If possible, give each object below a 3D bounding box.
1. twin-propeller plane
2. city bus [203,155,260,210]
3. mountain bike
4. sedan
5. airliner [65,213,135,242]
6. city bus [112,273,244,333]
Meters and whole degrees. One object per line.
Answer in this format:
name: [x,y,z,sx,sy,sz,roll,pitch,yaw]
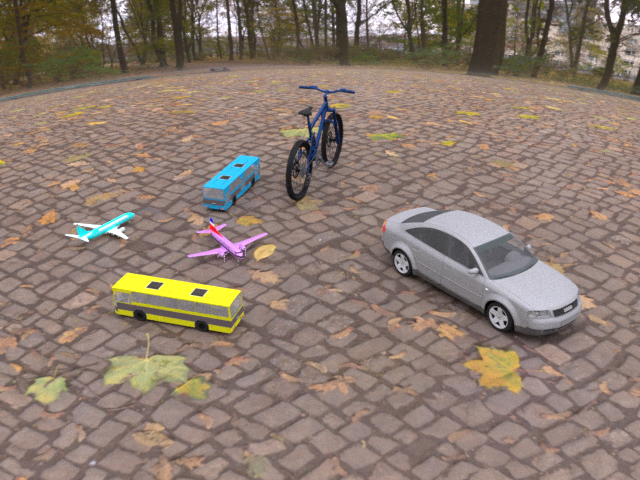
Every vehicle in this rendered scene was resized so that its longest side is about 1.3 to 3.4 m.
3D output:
twin-propeller plane: [-1.462,0.006,10.826,1.370,0.407,1.095,-17,32,-30]
city bus: [-1.593,-1.046,12.829,0.476,0.460,1.674,8,28,15]
mountain bike: [-0.051,-1.891,13.133,1.114,1.688,2.857,10,29,18]
sedan: [2.170,0.261,9.742,1.235,0.940,3.137,-19,33,-32]
airliner: [-3.479,-0.290,11.382,1.161,0.429,1.307,14,30,25]
city bus: [-1.855,0.834,9.147,1.674,0.460,0.476,8,28,14]
